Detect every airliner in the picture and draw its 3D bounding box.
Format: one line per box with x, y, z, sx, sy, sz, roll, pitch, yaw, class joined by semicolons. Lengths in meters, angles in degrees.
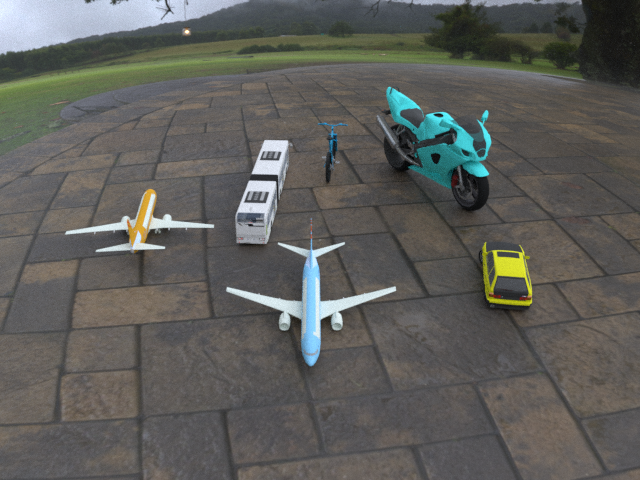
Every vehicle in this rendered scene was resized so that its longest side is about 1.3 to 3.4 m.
-2.810;-0.460;11.017;2.257;0.835;2.541;-3;28;-5;airliner
-0.115;0.625;8.995;2.257;0.835;2.541;0;28;0;airliner

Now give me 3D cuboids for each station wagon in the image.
2.607;0.390;9.814;0.682;0.473;1.597;4;29;8;station wagon

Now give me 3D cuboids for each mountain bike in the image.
0.213;-1.703;13.300;0.573;0.868;1.469;3;28;6;mountain bike

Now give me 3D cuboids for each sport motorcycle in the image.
2.024;-1.675;12.477;0.983;1.596;2.955;-15;32;-25;sport motorcycle

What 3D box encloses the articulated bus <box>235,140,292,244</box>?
-0.944;-0.926;12.176;0.605;0.561;3.401;2;28;3;articulated bus
